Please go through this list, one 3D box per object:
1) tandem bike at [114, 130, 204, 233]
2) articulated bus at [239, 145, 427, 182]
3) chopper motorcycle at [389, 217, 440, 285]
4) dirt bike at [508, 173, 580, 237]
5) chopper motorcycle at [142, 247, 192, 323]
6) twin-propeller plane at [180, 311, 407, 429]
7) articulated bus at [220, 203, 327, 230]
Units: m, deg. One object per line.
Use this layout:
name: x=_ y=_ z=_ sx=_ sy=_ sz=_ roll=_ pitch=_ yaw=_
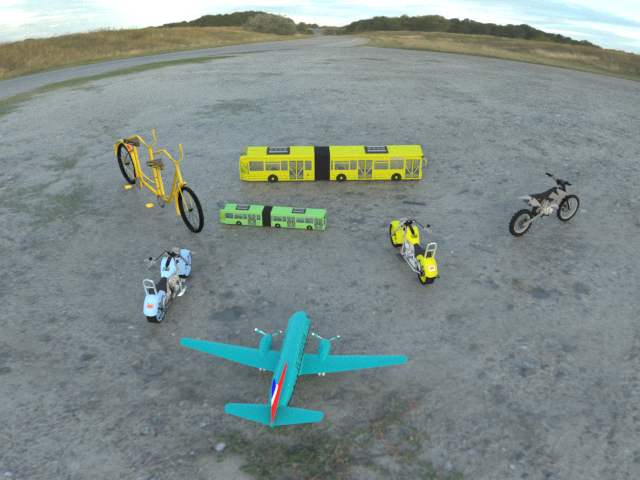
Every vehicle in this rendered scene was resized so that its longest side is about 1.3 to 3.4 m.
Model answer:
tandem bike: x=-2.792 y=-1.182 z=11.791 sx=0.550 sy=1.326 sz=3.192 roll=-21 pitch=36 yaw=-32
articulated bus: x=0.227 y=-1.424 z=12.987 sx=3.401 sy=0.561 sz=0.605 roll=-1 pitch=30 yaw=-1
chopper motorcycle: x=1.347 y=0.033 z=10.231 sx=0.466 sy=0.761 sz=1.563 roll=-7 pitch=31 yaw=-13
dirt bike: x=3.622 y=-0.568 z=11.188 sx=1.493 sy=0.857 sz=0.527 roll=-15 pitch=33 yaw=-25
chopper motorcycle: x=-2.038 y=0.475 z=9.457 sx=0.466 sy=0.761 sz=1.563 roll=4 pitch=30 yaw=7
twin-propeller plane: x=-0.353 y=1.319 z=7.945 sx=2.663 sy=0.792 sz=2.129 roll=4 pitch=30 yaw=6
articulated bus: x=-0.753 y=-0.382 z=11.436 sx=1.749 sy=0.289 sz=0.311 roll=4 pitch=30 yaw=7
